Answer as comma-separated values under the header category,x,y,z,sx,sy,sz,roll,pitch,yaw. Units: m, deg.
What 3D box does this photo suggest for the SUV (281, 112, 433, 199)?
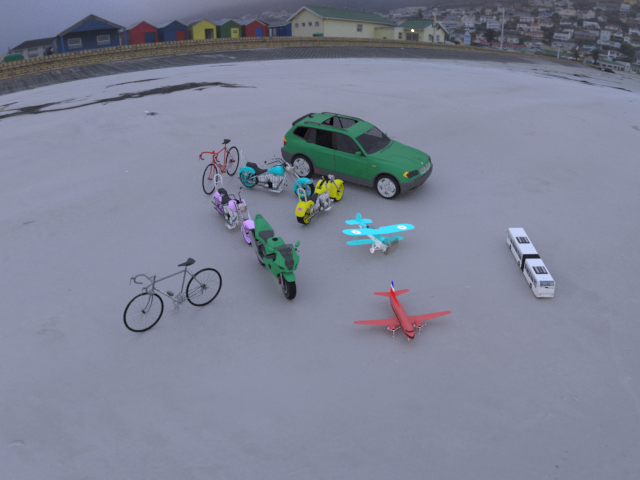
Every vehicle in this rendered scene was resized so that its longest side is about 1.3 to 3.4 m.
category,x,y,z,sx,sy,sz,roll,pitch,yaw
SUV,0.699,-1.747,13.782,3.058,1.128,1.276,16,33,27

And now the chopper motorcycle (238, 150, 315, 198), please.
category,x,y,z,sx,sy,sz,roll,pitch,yaw
chopper motorcycle,-0.838,-1.235,13.232,1.563,0.761,0.466,11,31,20

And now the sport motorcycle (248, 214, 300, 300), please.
category,x,y,z,sx,sy,sz,roll,pitch,yaw
sport motorcycle,-0.675,0.242,10.478,0.506,0.821,1.520,-12,31,-21

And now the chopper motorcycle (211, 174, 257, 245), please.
category,x,y,z,sx,sy,sz,roll,pitch,yaw
chopper motorcycle,-1.456,-0.531,11.949,0.466,0.761,1.563,-16,32,-26

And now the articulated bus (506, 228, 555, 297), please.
category,x,y,z,sx,sy,sz,roll,pitch,yaw
articulated bus,3.254,0.318,10.894,0.311,0.289,1.749,-1,29,-1

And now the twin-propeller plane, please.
category,x,y,z,sx,sy,sz,roll,pitch,yaw
twin-propeller plane,1.108,0.976,9.572,1.370,0.407,1.095,-5,29,-9

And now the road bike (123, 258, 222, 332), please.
category,x,y,z,sx,sy,sz,roll,pitch,yaw
road bike,-2.002,0.709,9.597,1.545,0.852,0.358,-23,36,-35

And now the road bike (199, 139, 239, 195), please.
category,x,y,z,sx,sy,sz,roll,pitch,yaw
road bike,-1.917,-1.478,13.579,0.358,0.852,1.545,10,30,17

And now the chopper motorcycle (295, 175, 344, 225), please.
category,x,y,z,sx,sy,sz,roll,pitch,yaw
chopper motorcycle,0.024,-0.832,12.497,0.466,0.761,1.563,15,32,25

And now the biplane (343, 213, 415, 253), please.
category,x,y,z,sx,sy,sz,roll,pitch,yaw
biplane,0.878,-0.116,11.460,1.336,0.504,1.090,-15,32,-25
